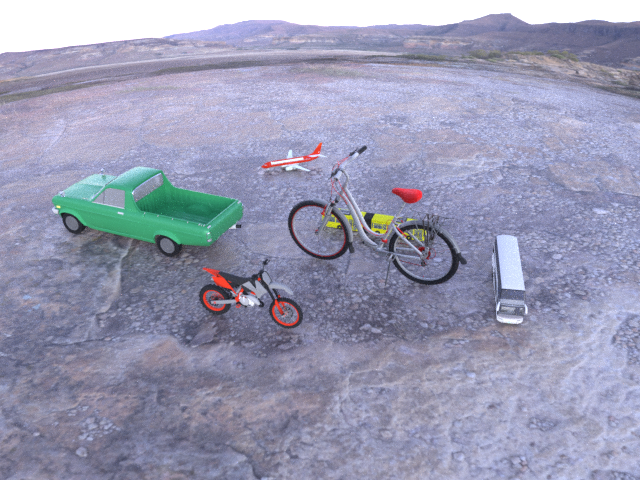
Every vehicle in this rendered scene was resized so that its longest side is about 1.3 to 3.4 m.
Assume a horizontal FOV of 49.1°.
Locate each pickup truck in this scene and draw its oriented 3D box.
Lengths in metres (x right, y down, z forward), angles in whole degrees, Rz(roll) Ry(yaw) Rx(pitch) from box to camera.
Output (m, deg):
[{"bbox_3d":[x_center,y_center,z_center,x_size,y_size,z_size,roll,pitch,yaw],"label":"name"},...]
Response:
[{"bbox_3d":[-2.833,-0.577,11.394,3.117,0.993,1.244,12,31,20],"label":"pickup truck"}]

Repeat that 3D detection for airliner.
[{"bbox_3d":[-0.544,-1.656,13.919,1.307,0.429,1.161,-10,31,-18],"label":"airliner"}]

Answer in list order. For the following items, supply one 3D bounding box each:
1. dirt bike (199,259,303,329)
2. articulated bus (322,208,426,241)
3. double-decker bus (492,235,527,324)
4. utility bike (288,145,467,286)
[{"bbox_3d":[-0.928,0.710,9.218,1.493,0.857,0.527,9,30,16],"label":"dirt bike"},{"bbox_3d":[0.902,-0.268,11.564,1.749,0.289,0.311,9,30,16],"label":"articulated bus"},{"bbox_3d":[2.640,0.544,9.841,0.389,0.541,1.672,5,29,8],"label":"double-decker bus"},{"bbox_3d":[0.728,-0.259,9.950,2.791,1.839,1.039,13,32,22],"label":"utility bike"}]
